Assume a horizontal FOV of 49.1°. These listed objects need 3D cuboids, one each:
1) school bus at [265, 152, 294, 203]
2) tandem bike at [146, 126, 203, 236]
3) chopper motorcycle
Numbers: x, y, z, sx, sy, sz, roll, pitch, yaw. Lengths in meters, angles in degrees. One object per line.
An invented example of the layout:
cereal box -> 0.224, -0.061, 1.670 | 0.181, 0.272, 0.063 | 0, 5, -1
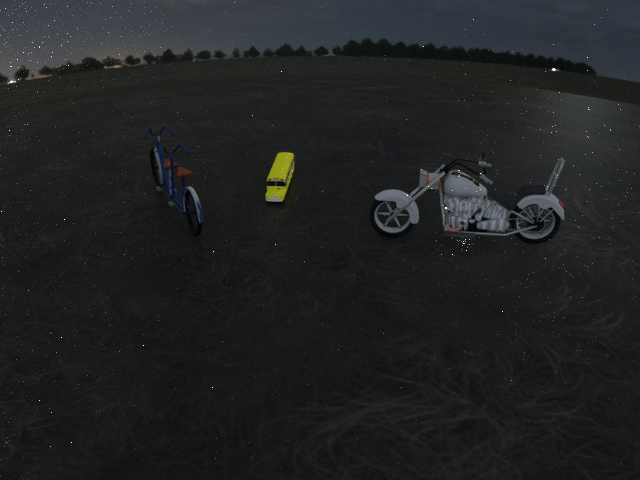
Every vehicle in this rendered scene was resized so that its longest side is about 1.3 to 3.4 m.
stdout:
school bus -> -0.759, -1.195, 13.362 | 0.365, 0.434, 1.708 | 2, 26, 4
tandem bike -> -2.577, -1.138, 12.235 | 0.550, 1.326, 3.192 | -12, 29, -23
chopper motorcycle -> 2.323, -0.668, 11.102 | 3.040, 1.480, 0.906 | 4, 26, 9
